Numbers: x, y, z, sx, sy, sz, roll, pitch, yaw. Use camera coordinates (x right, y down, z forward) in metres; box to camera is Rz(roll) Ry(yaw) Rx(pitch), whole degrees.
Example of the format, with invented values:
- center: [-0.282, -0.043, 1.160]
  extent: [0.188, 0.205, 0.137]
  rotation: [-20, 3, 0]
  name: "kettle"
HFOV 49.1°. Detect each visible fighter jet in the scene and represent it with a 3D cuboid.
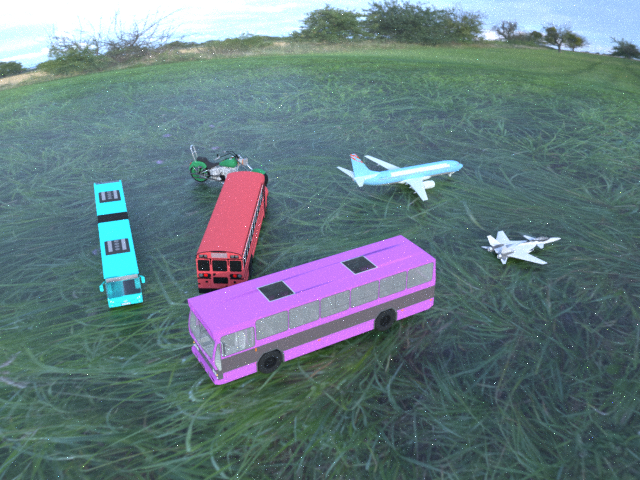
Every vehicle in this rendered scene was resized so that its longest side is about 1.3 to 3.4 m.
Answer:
- center: [3.336, 0.027, 11.241]
  extent: [1.358, 0.286, 1.147]
  rotation: [-12, 31, -20]
  name: "fighter jet"

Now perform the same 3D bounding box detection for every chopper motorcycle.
- center: [-1.751, -1.377, 13.276]
  extent: [1.563, 0.761, 0.466]
  rotation: [7, 30, 12]
  name: "chopper motorcycle"

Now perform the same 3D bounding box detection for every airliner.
- center: [1.664, -1.425, 13.286]
  extent: [2.541, 0.835, 2.257]
  rotation: [-12, 31, -21]
  name: "airliner"

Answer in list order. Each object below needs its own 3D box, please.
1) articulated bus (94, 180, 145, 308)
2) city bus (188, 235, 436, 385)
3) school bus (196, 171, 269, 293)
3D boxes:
- center: [-3.241, -0.051, 11.099]
  extent: [0.605, 0.561, 3.401]
  rotation: [-9, 30, -16]
  name: "articulated bus"
- center: [-0.030, 0.868, 9.106]
  extent: [3.255, 0.894, 0.926]
  rotation: [-16, 33, -26]
  name: "city bus"
- center: [-1.322, -0.271, 11.203]
  extent: [0.709, 0.844, 3.322]
  rotation: [1, 29, 2]
  name: "school bus"
